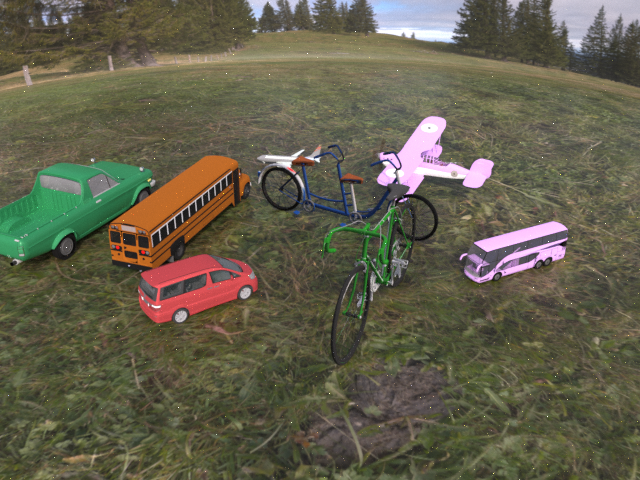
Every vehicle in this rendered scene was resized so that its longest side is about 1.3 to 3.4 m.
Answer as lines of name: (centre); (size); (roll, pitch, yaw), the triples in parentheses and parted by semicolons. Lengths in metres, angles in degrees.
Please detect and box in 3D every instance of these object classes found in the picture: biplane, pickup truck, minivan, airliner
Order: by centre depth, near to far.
minivan: (-1.560, 0.555, 9.109); (1.548, 0.616, 0.681); (-19, 33, -31)
pickup truck: (-3.920, -0.594, 10.899); (1.244, 0.993, 3.117); (12, 30, 21)
biplane: (1.917, -1.272, 12.207); (2.120, 0.981, 2.598); (13, 30, 23)
airliner: (-0.593, -1.642, 13.508); (1.307, 0.429, 1.161); (5, 28, 10)

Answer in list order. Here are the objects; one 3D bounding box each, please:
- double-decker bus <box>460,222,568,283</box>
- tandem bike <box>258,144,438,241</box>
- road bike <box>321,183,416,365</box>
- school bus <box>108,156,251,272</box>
double-decker bus: (2.769, 0.176, 9.915); (1.672, 0.541, 0.389); (-13, 30, -24)
tandem bike: (0.364, -0.843, 11.016); (3.192, 1.326, 0.550); (14, 31, 25)
road bike: (0.733, 0.242, 8.586); (0.696, 1.656, 3.004); (12, 30, 21)
school bus: (-2.041, -0.551, 10.976); (0.709, 0.844, 3.322); (10, 29, 18)
